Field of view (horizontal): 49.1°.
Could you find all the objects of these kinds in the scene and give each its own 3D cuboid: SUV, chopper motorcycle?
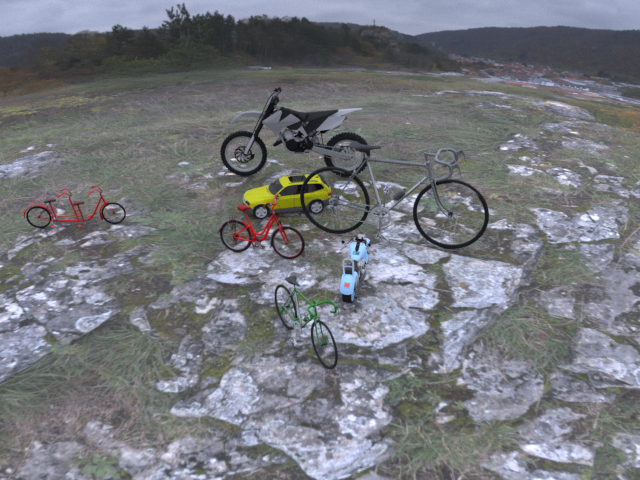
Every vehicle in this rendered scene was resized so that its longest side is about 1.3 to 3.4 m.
[{"bbox_3d":[-0.569,-0.801,12.213,1.572,0.580,0.656,-6,27,-11],"label":"SUV"},{"bbox_3d":[0.523,0.274,9.874,0.466,0.761,1.563,6,27,11],"label":"chopper motorcycle"}]

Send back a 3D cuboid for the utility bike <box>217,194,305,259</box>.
[{"bbox_3d":[-0.900,-0.221,10.653,1.435,0.946,0.535,7,28,14],"label":"utility bike"}]

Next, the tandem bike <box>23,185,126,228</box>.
[{"bbox_3d":[-4.067,-0.536,11.574,1.642,0.682,0.283,-3,27,-6],"label":"tandem bike"}]

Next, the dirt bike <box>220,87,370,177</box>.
[{"bbox_3d":[-0.478,-1.985,13.360,2.903,1.666,1.024,0,27,0],"label":"dirt bike"}]

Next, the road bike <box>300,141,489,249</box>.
[{"bbox_3d":[1.116,-0.729,10.873,3.004,1.656,0.697,8,28,15],"label":"road bike"}]

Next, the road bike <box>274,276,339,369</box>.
[{"bbox_3d":[-0.196,0.924,8.481,0.358,0.852,1.545,-15,30,-27],"label":"road bike"}]
